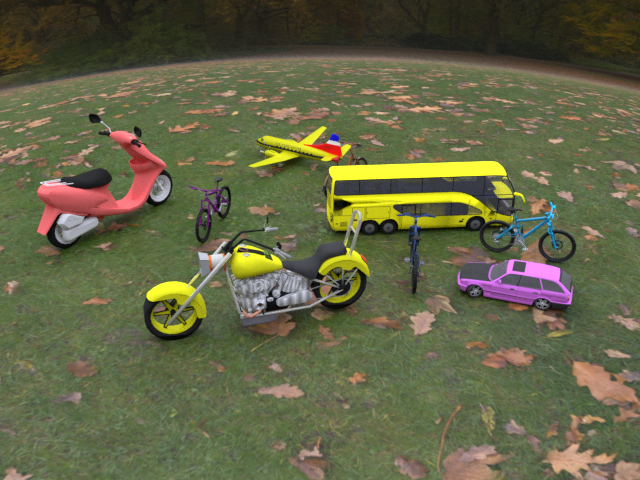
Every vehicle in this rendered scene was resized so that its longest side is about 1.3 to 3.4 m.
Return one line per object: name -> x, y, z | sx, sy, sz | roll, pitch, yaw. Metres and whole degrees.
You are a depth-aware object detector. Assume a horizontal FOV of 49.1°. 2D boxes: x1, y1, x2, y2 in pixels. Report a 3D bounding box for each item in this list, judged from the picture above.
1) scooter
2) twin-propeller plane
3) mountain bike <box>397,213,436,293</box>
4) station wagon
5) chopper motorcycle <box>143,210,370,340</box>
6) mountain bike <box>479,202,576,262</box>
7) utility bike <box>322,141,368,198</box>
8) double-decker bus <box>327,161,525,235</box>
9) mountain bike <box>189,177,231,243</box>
scooter -> -3.522, -1.038, 11.577 | 1.288, 1.786, 2.721 | 19, 34, 31
twin-propeller plane -> -0.455, -1.943, 14.259 | 2.129, 0.792, 2.663 | 17, 33, 28
mountain bike -> 1.409, 0.132, 10.399 | 0.573, 0.868, 1.469 | 3, 29, 5
station wagon -> 2.784, 0.569, 10.013 | 1.597, 0.473, 0.682 | 10, 30, 17
chopper motorcycle -> -0.801, 0.451, 9.183 | 3.040, 1.480, 0.906 | -8, 30, -14
mountain bike -> 3.229, -0.118, 10.856 | 1.469, 0.868, 0.573 | 10, 30, 18
utility bike -> 0.438, -1.334, 12.990 | 0.535, 0.946, 1.435 | 20, 35, 32
double-decker bus -> 1.740, -0.725, 11.771 | 3.251, 1.052, 0.756 | -2, 29, -4
mountain bike -> -1.784, -0.585, 11.705 | 0.573, 0.868, 1.469 | 7, 30, 13
